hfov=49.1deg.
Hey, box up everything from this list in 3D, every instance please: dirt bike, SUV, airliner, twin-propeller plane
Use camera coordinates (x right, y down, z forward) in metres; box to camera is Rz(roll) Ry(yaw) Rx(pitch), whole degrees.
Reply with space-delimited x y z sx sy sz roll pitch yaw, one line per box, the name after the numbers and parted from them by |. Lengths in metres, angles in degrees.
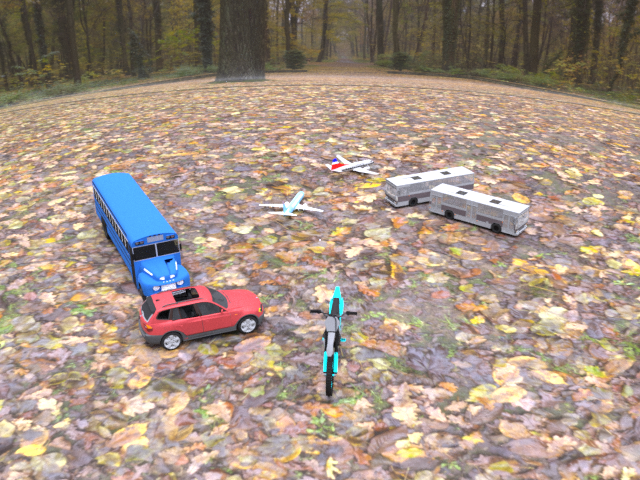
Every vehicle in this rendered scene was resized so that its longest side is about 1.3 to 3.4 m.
0.166 1.099 8.096 0.527 0.857 1.493 2 26 5 | dirt bike
-1.494 0.893 8.848 1.572 0.580 0.656 -10 27 -20 | SUV
-0.475 -0.711 12.378 1.161 0.429 1.307 6 26 13 | airliner
0.668 -1.534 14.126 1.095 0.407 1.370 -16 30 -31 | twin-propeller plane

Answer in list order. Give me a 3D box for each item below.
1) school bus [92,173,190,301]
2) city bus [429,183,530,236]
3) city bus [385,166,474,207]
-2.774 -0.118 10.657 0.709 0.844 3.322 -13 28 -24 | school bus
2.685 -0.514 11.930 1.674 0.460 0.476 19 32 35 | city bus
2.021 -0.971 12.886 1.674 0.460 0.476 -11 28 -21 | city bus
